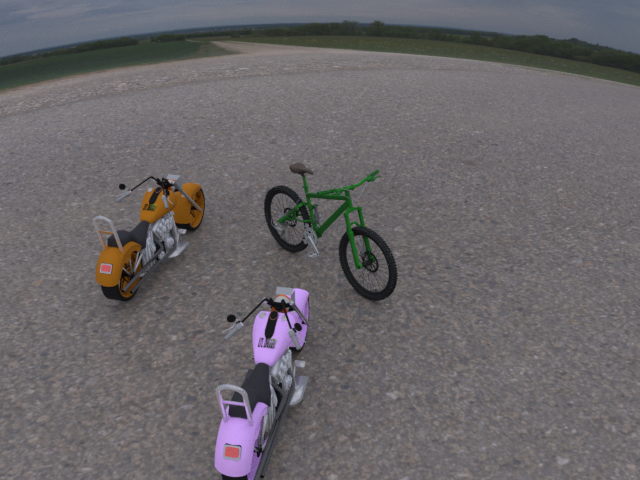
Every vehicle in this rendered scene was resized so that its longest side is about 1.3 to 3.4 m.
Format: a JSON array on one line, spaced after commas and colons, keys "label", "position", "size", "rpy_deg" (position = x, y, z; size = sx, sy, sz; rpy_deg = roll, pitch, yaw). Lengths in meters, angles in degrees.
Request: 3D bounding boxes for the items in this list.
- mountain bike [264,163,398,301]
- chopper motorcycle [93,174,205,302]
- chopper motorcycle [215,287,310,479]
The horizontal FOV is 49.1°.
[{"label": "mountain bike", "position": [0.068, -0.254, 10.192], "size": [1.114, 1.688, 2.857], "rpy_deg": [-23, 37, -35]}, {"label": "chopper motorcycle", "position": [-2.458, -0.307, 10.495], "size": [0.906, 1.480, 3.040], "rpy_deg": [7, 30, 13]}, {"label": "chopper motorcycle", "position": [-0.536, 1.270, 7.716], "size": [0.906, 1.480, 3.040], "rpy_deg": [5, 30, 9]}]
